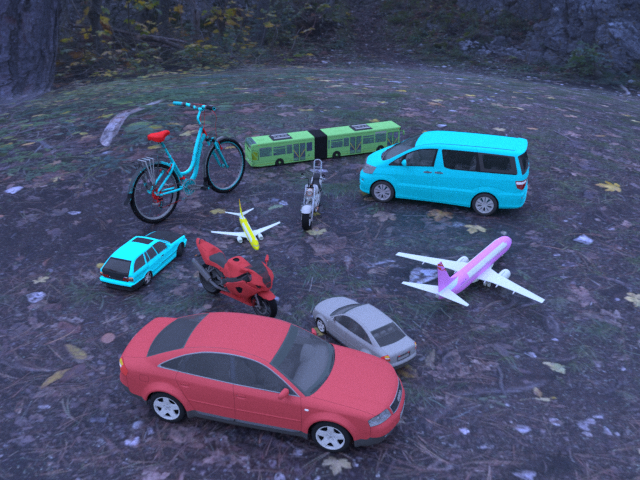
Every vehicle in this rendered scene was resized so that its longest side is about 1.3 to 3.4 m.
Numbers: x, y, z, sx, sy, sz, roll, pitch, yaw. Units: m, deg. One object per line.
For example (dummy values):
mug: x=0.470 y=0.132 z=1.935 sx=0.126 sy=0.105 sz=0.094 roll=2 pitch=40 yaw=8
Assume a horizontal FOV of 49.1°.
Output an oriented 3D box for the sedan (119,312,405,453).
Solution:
sedan: x=-0.638 y=1.400 z=7.613 sx=3.137 sy=0.940 sz=1.235 roll=7 pitch=28 yaw=13

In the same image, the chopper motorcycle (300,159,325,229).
chopper motorcycle: x=-0.138 y=-0.805 z=12.154 sx=0.466 sy=0.761 sz=1.563 roll=4 pitch=27 yaw=7

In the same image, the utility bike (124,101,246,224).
utility bike: x=-2.385 y=-1.444 z=12.222 sx=1.039 sy=1.839 sz=2.791 roll=20 pitch=33 yaw=34

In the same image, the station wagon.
station wagon: x=-2.611 y=0.201 z=10.491 sx=0.682 sy=0.473 sz=1.597 roll=9 pitch=28 yaw=18

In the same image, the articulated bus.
articulated bus: x=0.119 y=-2.041 z=14.809 sx=3.401 sy=0.561 sz=0.605 roll=-10 pitch=28 yaw=-18

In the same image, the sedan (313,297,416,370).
sedan: x=0.521 y=1.079 z=8.749 sx=0.635 sy=0.483 sz=1.613 roll=-18 pitch=32 yaw=-31

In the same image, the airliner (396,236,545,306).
airliner: x=2.234 y=0.240 z=10.014 sx=2.257 sy=0.835 sz=2.541 roll=19 pitch=32 yaw=32

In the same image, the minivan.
minivan: x=2.226 y=-1.310 z=12.667 sx=3.011 sy=1.197 sz=1.324 roll=9 pitch=28 yaw=16

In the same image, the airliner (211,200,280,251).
airliner: x=-1.175 y=-0.238 z=11.403 sx=1.161 sy=0.429 sz=1.307 roll=-8 pitch=28 yaw=-16

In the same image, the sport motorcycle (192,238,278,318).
sport motorcycle: x=-1.141 y=0.522 z=9.474 sx=1.520 sy=0.821 sz=0.506 roll=22 pitch=34 yaw=36
